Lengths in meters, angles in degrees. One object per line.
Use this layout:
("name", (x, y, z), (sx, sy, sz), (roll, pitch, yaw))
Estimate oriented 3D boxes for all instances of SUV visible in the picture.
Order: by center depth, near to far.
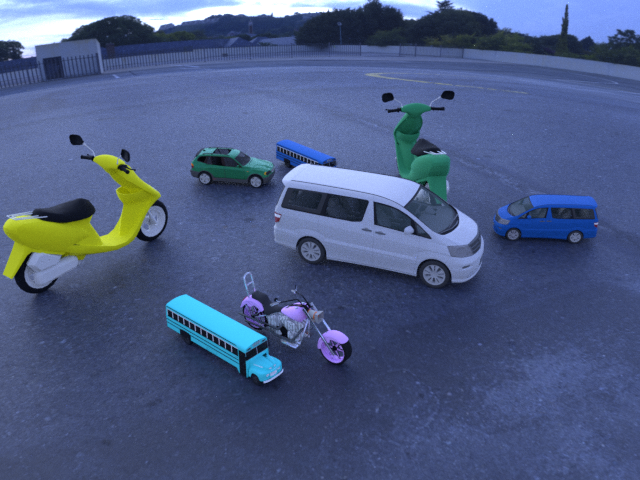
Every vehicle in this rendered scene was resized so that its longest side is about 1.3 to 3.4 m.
("SUV", (-1.620, -1.378, 13.011), (1.572, 0.580, 0.656), (4, 27, 9))

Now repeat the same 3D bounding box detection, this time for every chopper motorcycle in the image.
("chopper motorcycle", (-0.310, 0.917, 8.240), (1.563, 0.761, 0.466), (17, 32, 31))

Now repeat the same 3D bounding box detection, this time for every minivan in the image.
("minivan", (0.858, -0.268, 10.115), (3.011, 1.197, 1.324), (10, 29, 20))
("minivan", (3.518, -0.364, 10.954), (1.548, 0.616, 0.681), (3, 27, 5))

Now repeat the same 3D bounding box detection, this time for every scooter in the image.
("scooter", (-3.226, -0.436, 9.792), (1.288, 1.786, 2.721), (18, 32, 32))
("scooter", (1.729, -1.602, 12.114), (1.288, 1.786, 2.721), (-4, 27, -7))

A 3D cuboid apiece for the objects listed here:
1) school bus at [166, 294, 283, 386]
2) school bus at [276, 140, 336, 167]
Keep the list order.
("school bus", (-1.130, 1.143, 8.156), (1.708, 0.434, 0.365), (22, 34, 36))
("school bus", (-0.196, -1.504, 13.425), (0.365, 0.434, 1.708), (-21, 33, -36))
